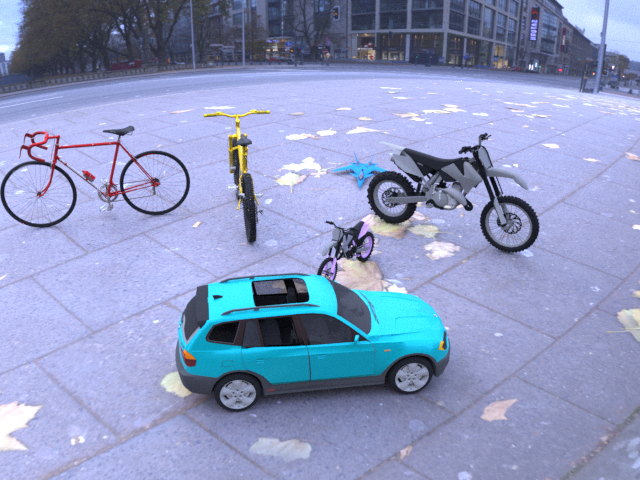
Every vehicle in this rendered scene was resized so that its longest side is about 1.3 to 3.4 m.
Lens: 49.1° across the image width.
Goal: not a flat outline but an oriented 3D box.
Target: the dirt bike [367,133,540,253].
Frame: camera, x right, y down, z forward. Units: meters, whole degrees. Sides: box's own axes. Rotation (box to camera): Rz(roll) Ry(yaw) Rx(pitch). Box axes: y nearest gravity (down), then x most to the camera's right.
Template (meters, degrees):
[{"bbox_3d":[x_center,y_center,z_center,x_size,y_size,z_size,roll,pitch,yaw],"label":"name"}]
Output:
[{"bbox_3d":[2.032,-0.808,10.922,2.903,1.666,1.024,16,30,29],"label":"dirt bike"}]

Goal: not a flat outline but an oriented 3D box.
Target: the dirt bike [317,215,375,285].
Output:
[{"bbox_3d":[0.391,0.113,9.964,0.527,0.857,1.493,17,31,30],"label":"dirt bike"}]

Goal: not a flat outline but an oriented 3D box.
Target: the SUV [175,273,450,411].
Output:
[{"bbox_3d":[-0.076,1.008,7.829,3.058,1.128,1.276,-4,26,-8],"label":"SUV"}]

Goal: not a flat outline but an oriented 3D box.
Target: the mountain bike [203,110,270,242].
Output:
[{"bbox_3d":[-1.285,-1.157,11.611,1.114,1.688,2.857,-5,27,-10],"label":"mountain bike"}]

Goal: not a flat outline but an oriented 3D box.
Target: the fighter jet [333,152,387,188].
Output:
[{"bbox_3d":[0.818,-1.349,13.594,1.147,0.286,1.358,3,26,6],"label":"fighter jet"}]

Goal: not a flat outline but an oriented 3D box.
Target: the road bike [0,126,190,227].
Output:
[{"bbox_3d":[-3.663,-1.066,11.460,3.004,1.656,0.696,-7,27,-14],"label":"road bike"}]
